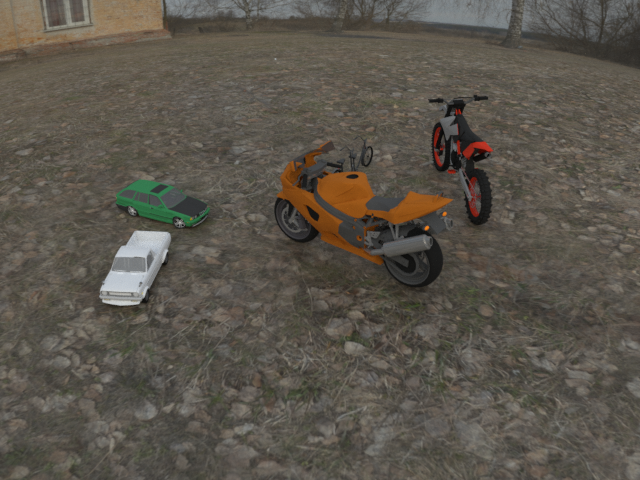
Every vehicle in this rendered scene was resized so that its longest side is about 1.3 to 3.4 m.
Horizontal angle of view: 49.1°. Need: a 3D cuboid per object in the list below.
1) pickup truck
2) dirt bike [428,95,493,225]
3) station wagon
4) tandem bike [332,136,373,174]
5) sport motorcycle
[{"bbox_3d":[-2.597,0.324,9.942,0.640,0.511,1.603,2,31,4],"label":"pickup truck"},{"bbox_3d":[2.376,-1.527,11.906,1.024,1.666,2.903,-4,31,-7],"label":"dirt bike"},{"bbox_3d":[-2.602,-0.634,11.577,1.597,0.473,0.682,14,34,22],"label":"station wagon"},{"bbox_3d":[0.576,-1.424,12.693,0.283,0.682,1.642,17,35,27],"label":"tandem bike"},{"bbox_3d":[0.501,-0.359,10.027,2.955,1.596,0.983,21,37,31],"label":"sport motorcycle"}]
